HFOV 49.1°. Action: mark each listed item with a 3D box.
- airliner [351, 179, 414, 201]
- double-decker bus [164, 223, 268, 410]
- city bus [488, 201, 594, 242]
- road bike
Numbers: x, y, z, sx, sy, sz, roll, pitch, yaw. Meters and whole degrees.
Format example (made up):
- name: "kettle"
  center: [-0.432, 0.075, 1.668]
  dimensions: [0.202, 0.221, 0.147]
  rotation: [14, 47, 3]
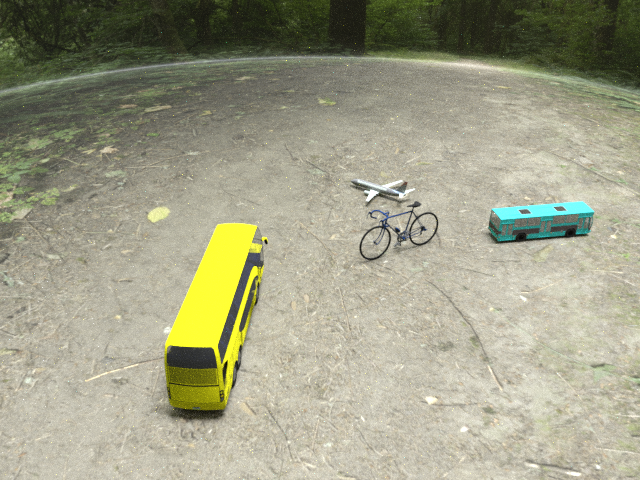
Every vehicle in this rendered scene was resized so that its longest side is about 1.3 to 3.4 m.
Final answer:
- name: "airliner"
  center: [1.107, -1.057, 13.191]
  dimensions: [1.307, 0.429, 1.161]
  rotation: [21, 35, 33]
- name: "double-decker bus"
  center: [-1.281, 0.820, 9.161]
  dimensions: [0.756, 1.052, 3.251]
  rotation: [2, 29, 4]
- name: "city bus"
  center: [3.718, -0.298, 11.789]
  dimensions: [1.674, 0.460, 0.476]
  rotation: [-5, 29, -9]
- name: "road bike"
  center: [1.283, -0.178, 11.169]
  dimensions: [1.545, 0.852, 0.358]
  rotation: [-16, 33, -26]
